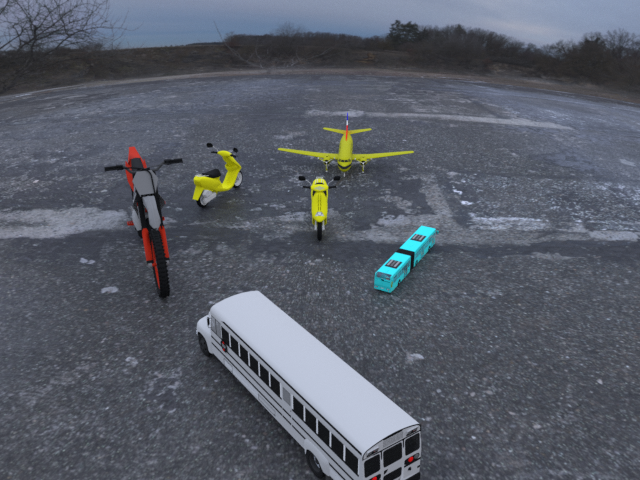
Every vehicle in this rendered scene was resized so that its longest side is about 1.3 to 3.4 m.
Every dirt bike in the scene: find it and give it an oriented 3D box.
[{"bbox_3d":[-2.455,-0.430,9.951,1.024,1.666,2.903,-9,28,-18],"label":"dirt bike"}]

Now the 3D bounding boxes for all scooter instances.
[{"bbox_3d":[-0.008,-0.660,11.250,0.662,0.919,1.399,0,27,0],"label":"scooter"},{"bbox_3d":[-1.780,-1.172,12.274,0.662,0.919,1.399,14,30,25],"label":"scooter"}]

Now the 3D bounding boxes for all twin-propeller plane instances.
[{"bbox_3d":[0.513,-1.892,13.857,2.663,0.792,2.129,2,27,3],"label":"twin-propeller plane"}]

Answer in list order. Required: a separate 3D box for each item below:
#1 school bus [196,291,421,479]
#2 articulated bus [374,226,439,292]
[{"bbox_3d":[-0.316,1.395,7.219,0.709,0.844,3.322,-17,31,-31],"label":"school bus"},{"bbox_3d":[1.263,0.250,10.133,0.311,0.289,1.749,14,30,25],"label":"articulated bus"}]
